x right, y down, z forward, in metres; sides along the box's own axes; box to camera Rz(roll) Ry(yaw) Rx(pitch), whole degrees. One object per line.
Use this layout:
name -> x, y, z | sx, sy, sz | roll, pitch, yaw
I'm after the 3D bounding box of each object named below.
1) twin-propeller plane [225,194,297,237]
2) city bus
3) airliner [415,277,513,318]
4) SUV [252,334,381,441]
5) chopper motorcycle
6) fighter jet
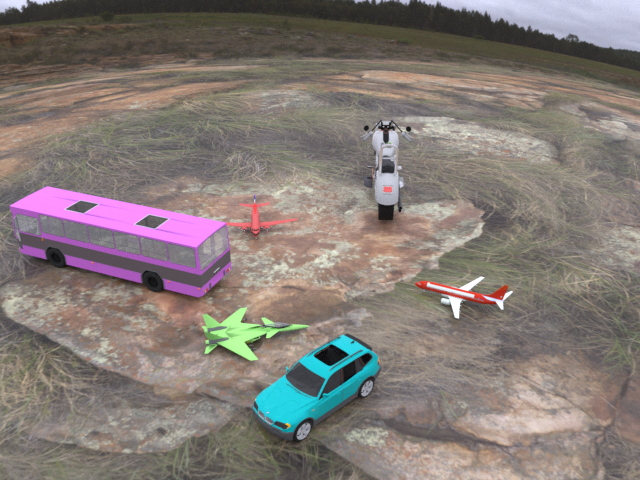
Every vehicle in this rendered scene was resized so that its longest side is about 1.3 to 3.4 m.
twin-propeller plane -> -1.061, -0.379, 11.469 | 1.370, 0.407, 1.095 | -3, 28, -5
city bus -> -2.919, 0.019, 10.201 | 3.255, 0.894, 0.926 | 11, 30, 20
airliner -> 1.910, 0.651, 9.509 | 1.307, 0.429, 1.161 | 14, 31, 24
SUV -> -0.015, 1.556, 7.645 | 1.572, 0.580, 0.656 | -24, 37, -38
chopper motorcycle -> 1.160, -1.472, 12.384 | 0.906, 1.480, 3.040 | 1, 28, 3
fighter jet -> -0.798, 1.096, 8.823 | 1.358, 0.286, 1.147 | -6, 29, -10
